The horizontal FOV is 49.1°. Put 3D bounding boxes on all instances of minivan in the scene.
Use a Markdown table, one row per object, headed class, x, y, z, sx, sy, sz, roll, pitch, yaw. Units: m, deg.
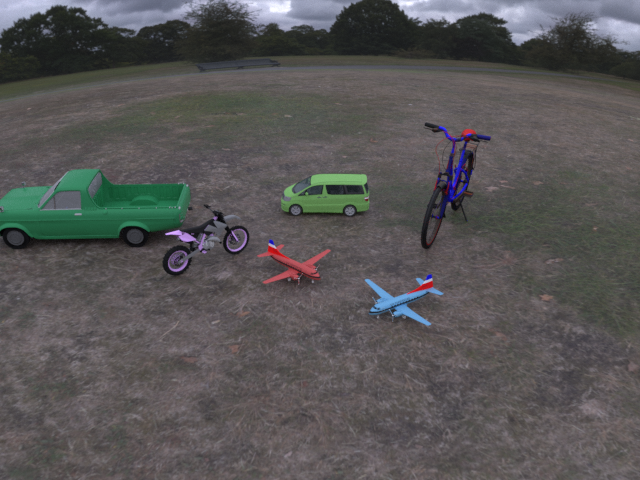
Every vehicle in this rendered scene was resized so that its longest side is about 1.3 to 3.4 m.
| class | x | y | z | sx | sy | sz | roll | pitch | yaw |
| --- | --- | --- | --- | --- | --- | --- | --- | --- | --- |
| minivan | 0.091 | -0.812 | 12.261 | 1.548 | 0.616 | 0.681 | 1 | 27 | 2 |

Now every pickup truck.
| class | x | y | z | sx | sy | sz | roll | pitch | yaw |
| --- | --- | --- | --- | --- | --- | --- | --- | --- | --- |
| pickup truck | -3.693 | -0.570 | 11.361 | 3.117 | 0.993 | 1.244 | -1 | 27 | -2 |

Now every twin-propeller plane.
| class | x | y | z | sx | sy | sz | roll | pitch | yaw |
| --- | --- | --- | --- | --- | --- | --- | --- | --- | --- |
| twin-propeller plane | -0.392 | 0.319 | 10.248 | 1.095 | 0.407 | 1.370 | 23 | 35 | 38 |
| twin-propeller plane | 1.098 | 0.762 | 9.369 | 1.095 | 0.407 | 1.370 | -16 | 31 | -29 |

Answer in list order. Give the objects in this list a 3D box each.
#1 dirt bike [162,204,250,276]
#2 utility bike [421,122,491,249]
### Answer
| class | x | y | z | sx | sy | sz | roll | pitch | yaw |
| --- | --- | --- | --- | --- | --- | --- | --- | --- | --- |
| dirt bike | -1.691 | -0.025 | 10.432 | 1.493 | 0.857 | 0.527 | -20 | 33 | -35 |
| utility bike | 2.246 | -1.046 | 11.365 | 1.039 | 1.839 | 2.791 | 12 | 29 | 22 |
